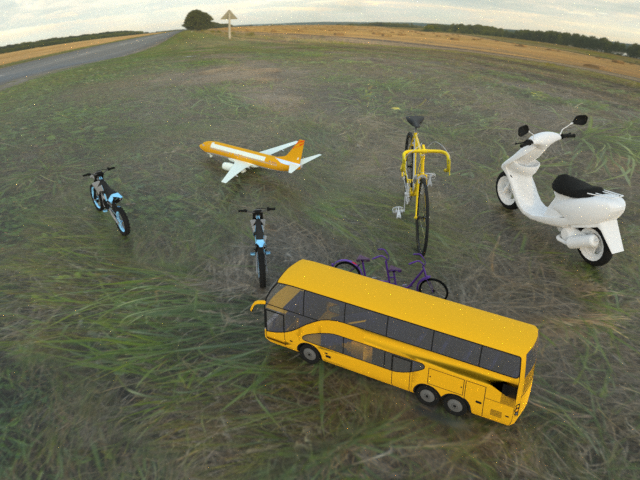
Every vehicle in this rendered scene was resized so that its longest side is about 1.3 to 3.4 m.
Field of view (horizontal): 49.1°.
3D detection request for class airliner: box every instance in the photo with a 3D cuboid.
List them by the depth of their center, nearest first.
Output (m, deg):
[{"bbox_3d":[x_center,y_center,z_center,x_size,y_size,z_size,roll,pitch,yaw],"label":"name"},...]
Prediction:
[{"bbox_3d":[-1.293,-1.705,12.981,2.541,0.835,2.257,18,35,28],"label":"airliner"}]

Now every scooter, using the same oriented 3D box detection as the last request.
[{"bbox_3d":[3.584,-0.853,10.546,1.288,1.786,2.721,-13,32,-21],"label":"scooter"}]

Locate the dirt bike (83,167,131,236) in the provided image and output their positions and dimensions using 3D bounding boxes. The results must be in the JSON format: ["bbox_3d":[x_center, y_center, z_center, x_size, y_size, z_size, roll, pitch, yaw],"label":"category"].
[{"bbox_3d":[-3.393,-0.662,11.146,0.527,0.857,1.493,-20,36,-31],"label":"dirt bike"}]

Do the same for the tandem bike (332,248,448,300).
[{"bbox_3d":[0.922,0.447,9.392,1.642,0.682,0.283,11,32,18],"label":"tandem bike"}]

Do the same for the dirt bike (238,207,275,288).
[{"bbox_3d":[-0.872,0.008,9.980,0.527,0.857,1.493,-4,30,-6],"label":"dirt bike"}]

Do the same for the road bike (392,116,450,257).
[{"bbox_3d":[1.502,-1.002,10.936,0.696,1.656,3.004,0,30,0],"label":"road bike"}]

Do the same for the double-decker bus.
[{"bbox_3d":[0.770,1.071,7.935,3.251,1.052,0.756,15,33,25],"label":"double-decker bus"}]
